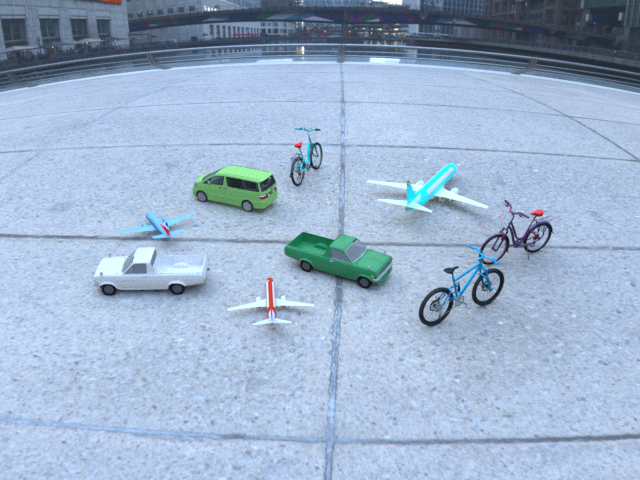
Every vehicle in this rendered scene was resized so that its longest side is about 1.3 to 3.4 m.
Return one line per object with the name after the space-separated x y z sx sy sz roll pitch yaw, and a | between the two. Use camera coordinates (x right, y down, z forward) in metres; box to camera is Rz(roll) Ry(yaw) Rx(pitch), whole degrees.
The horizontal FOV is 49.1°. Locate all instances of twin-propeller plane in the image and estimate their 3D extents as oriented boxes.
-2.638 -0.286 11.407 1.370 0.407 1.095 -16 33 -27 | twin-propeller plane

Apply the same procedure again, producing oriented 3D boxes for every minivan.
-1.537 -0.972 12.445 1.548 0.616 0.681 13 31 22 | minivan

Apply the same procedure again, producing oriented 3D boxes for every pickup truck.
-2.410 0.414 10.018 1.603 0.511 0.640 -1 29 -2 | pickup truck
0.271 0.215 10.382 1.603 0.511 0.640 15 32 25 | pickup truck

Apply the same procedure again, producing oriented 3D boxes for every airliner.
-0.668 0.754 9.482 1.161 0.429 1.307 -2 29 -5 | airliner
1.991 -1.095 12.441 2.257 0.835 2.541 15 32 25 | airliner

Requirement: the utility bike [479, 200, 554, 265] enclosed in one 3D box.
3.032 -0.108 10.520 1.435 0.946 0.535 -13 31 -23 | utility bike

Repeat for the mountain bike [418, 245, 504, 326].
1.908 0.622 9.265 1.469 0.868 0.573 -16 33 -27 | mountain bike

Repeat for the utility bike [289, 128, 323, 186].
-0.304 -1.641 13.325 0.535 0.946 1.435 12 31 21 | utility bike
